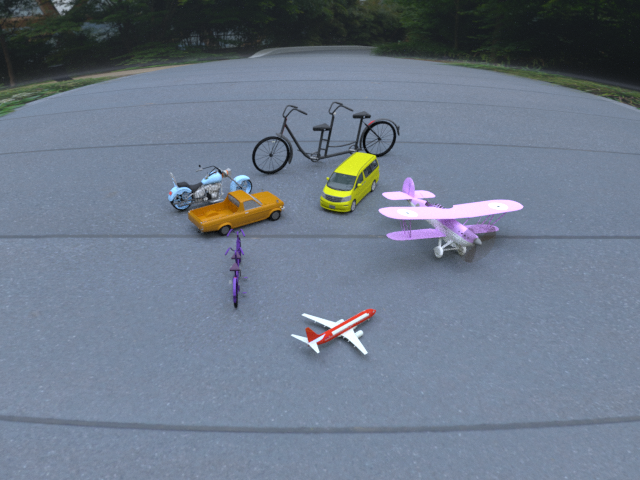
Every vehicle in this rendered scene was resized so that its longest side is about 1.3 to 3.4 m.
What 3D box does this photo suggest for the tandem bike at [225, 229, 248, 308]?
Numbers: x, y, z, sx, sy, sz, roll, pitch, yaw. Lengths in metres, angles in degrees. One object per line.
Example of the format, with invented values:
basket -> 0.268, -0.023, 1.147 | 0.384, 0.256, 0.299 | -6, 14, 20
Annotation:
tandem bike -> -1.197, 0.332, 10.058 | 0.283, 0.682, 1.642 | -2, 29, -3

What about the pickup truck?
pickup truck -> -1.394, -0.516, 11.778 | 1.603, 0.511, 0.640 | -18, 33, -29

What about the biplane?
biplane -> 1.898, -0.369, 11.024 | 2.598, 0.981, 2.120 | -14, 32, -23

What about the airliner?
airliner -> 0.278, 1.059, 8.996 | 1.307, 0.429, 1.161 | -24, 37, -37

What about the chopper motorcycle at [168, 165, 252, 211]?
chopper motorcycle -> -1.931, -0.983, 12.369 | 1.563, 0.761, 0.466 | -16, 33, -27

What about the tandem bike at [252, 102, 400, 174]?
tandem bike -> 0.171, -2.093, 13.804 | 3.192, 1.326, 0.550 | -11, 31, -20

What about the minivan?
minivan -> 0.549, -1.049, 12.639 | 0.681, 0.616, 1.548 | 13, 31, 23
